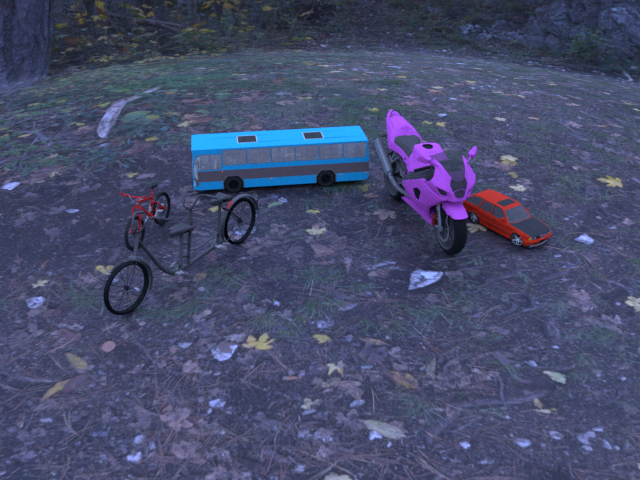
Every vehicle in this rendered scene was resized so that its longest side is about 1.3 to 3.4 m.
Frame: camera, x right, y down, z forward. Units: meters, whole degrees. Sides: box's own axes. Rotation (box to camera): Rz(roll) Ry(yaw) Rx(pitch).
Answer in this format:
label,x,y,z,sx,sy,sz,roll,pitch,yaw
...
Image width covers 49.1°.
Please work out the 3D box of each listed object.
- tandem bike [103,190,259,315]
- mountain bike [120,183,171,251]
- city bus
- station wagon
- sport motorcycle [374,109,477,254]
label,x,y,z,sx,sy,sz,roll,pitch,yaw
tandem bike,-1.909,-0.077,10.136,0.550,1.326,3.192,18,34,29
mountain bike,-2.779,-0.452,11.272,0.573,0.868,1.469,8,30,14
city bus,-0.751,-1.507,13.129,3.255,0.894,0.926,-4,30,-8
station wagon,3.081,-0.402,11.588,0.682,0.473,1.597,-18,34,-29
sport motorcycle,1.703,-1.015,11.533,0.983,1.596,2.955,-9,30,-15
